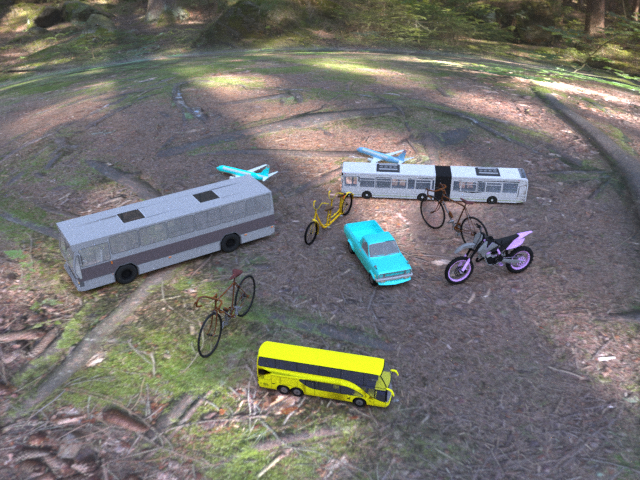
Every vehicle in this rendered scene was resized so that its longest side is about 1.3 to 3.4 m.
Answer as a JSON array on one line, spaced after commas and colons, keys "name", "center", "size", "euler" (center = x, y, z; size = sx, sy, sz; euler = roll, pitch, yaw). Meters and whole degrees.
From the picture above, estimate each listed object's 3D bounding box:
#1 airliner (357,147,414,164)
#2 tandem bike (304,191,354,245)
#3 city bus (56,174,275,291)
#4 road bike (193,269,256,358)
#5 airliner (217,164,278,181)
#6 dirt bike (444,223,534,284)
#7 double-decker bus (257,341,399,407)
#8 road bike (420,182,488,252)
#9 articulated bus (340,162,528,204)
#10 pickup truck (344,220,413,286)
[{"name": "airliner", "center": [1.252, -1.801, 14.325], "size": [1.307, 0.429, 1.161], "euler": [25, 38, 36]}, {"name": "tandem bike", "center": [0.174, -0.496, 11.818], "size": [0.283, 0.682, 1.642], "euler": [17, 34, 26]}, {"name": "city bus", "center": [-2.329, -0.135, 10.983], "size": [3.255, 0.894, 0.926], "euler": [-18, 34, -28]}, {"name": "road bike", "center": [-1.220, 0.885, 9.262], "size": [0.358, 0.852, 1.545], "euler": [12, 32, 19]}, {"name": "airliner", "center": [-1.492, -1.377, 13.593], "size": [1.307, 0.429, 1.161], "euler": [16, 34, 26]}, {"name": "dirt bike", "center": [2.553, 0.212, 10.421], "size": [1.493, 0.857, 0.527], "euler": [-9, 31, -15]}, {"name": "double-decker bus", "center": [0.078, 1.603, 8.332], "size": [1.672, 0.541, 0.389], "euler": [7, 31, 12]}, {"name": "road bike", "center": [2.187, -0.391, 11.467], "size": [0.358, 0.852, 1.545], "euler": [-20, 36, -31]}, {"name": "articulated bus", "center": [2.056, -1.062, 12.917], "size": [3.401, 0.561, 0.605], "euler": [3, 30, 5]}, {"name": "pickup truck", "center": [0.880, 0.131, 10.906], "size": [0.640, 0.511, 1.603], "euler": [-9, 31, -15]}]
